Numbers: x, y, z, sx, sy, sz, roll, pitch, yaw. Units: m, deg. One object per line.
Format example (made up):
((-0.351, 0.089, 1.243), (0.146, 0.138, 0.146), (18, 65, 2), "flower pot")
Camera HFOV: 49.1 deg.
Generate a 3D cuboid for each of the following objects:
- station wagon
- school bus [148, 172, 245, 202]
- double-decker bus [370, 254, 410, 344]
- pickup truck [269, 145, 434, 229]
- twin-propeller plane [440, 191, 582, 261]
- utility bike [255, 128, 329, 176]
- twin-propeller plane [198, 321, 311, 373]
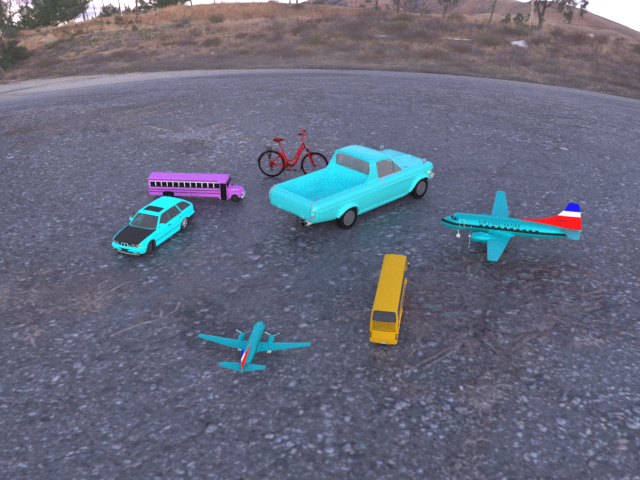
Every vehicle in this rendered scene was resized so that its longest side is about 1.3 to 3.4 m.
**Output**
((-2.648, -0.273, 11.161), (0.682, 0.473, 1.597), (10, 28, 20), "station wagon")
((-2.207, -0.965, 12.601), (1.708, 0.434, 0.365), (2, 26, 4), "school bus")
((0.914, 0.714, 9.094), (0.389, 0.541, 1.672), (5, 27, 10), "double-decker bus")
((0.621, -1.042, 12.127), (3.117, 0.993, 1.244), (-23, 34, -38), "pickup truck")
((2.947, -0.305, 10.867), (2.129, 0.792, 2.663), (7, 27, 14), "twin-propeller plane")
((-0.535, -1.661, 13.428), (1.435, 0.946, 0.535), (4, 27, 8), "utility bike")
((-0.800, 1.205, 8.254), (1.370, 0.407, 1.095), (3, 27, 7), "twin-propeller plane")
